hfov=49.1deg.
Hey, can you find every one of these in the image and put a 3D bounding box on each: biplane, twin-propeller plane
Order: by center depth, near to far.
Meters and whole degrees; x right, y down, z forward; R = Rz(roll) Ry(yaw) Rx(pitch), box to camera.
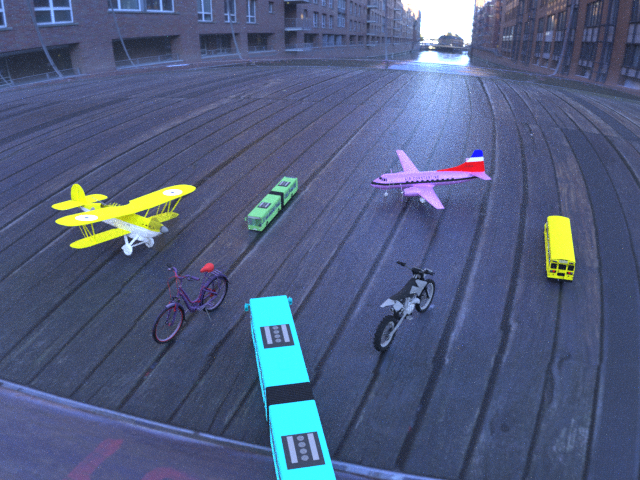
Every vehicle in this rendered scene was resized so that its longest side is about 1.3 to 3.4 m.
[{"bbox_3d":[-3.117,-0.390,10.884,2.120,0.981,2.598,17,33,28],"label":"biplane"},{"bbox_3d":[1.948,-1.197,12.571,2.129,0.792,2.663,-4,29,-8],"label":"twin-propeller plane"}]

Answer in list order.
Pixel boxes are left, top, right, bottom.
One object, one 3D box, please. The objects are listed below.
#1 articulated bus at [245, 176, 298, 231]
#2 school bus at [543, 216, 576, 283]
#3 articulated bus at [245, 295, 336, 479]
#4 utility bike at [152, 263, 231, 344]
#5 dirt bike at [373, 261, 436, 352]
[{"bbox_3d":[-0.799,-0.651,12.091,0.311,0.289,1.749,9,30,16],"label":"articulated bus"},{"bbox_3d":[3.609,0.076,10.597,0.365,0.434,1.708,7,29,12],"label":"school bus"},{"bbox_3d":[-0.341,1.703,7.462,0.605,0.561,3.401,-5,29,-9],"label":"articulated bus"},{"bbox_3d":[-1.584,0.704,8.902,0.535,0.946,1.435,18,33,30],"label":"utility bike"},{"bbox_3d":[1.098,0.775,8.864,0.527,0.857,1.493,19,34,31],"label":"dirt bike"}]
